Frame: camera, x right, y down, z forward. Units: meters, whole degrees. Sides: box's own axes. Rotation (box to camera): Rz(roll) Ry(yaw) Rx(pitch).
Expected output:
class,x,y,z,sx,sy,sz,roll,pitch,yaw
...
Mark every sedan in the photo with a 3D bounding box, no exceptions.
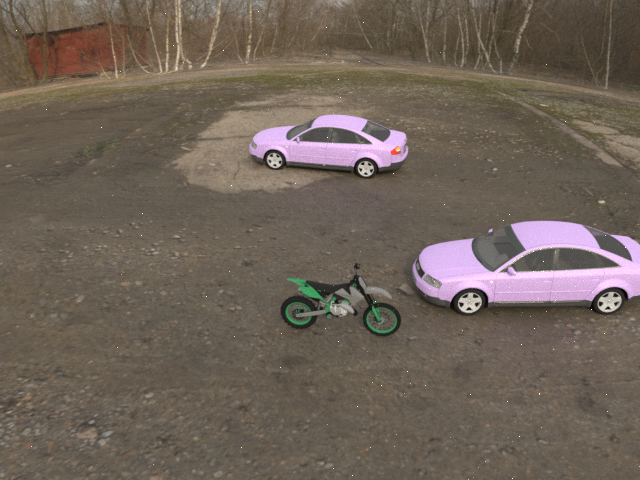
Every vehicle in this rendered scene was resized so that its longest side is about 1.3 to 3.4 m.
class,x,y,z,sx,sy,sz,roll,pitch,yaw
sedan,0.148,-1.921,13.662,3.137,0.940,1.235,6,28,12
sedan,2.816,0.299,9.318,3.137,0.940,1.235,0,27,-1

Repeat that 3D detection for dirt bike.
class,x,y,z,sx,sy,sz,roll,pitch,yaw
dirt bike,0.248,0.758,8.510,1.493,0.857,0.527,4,27,9
